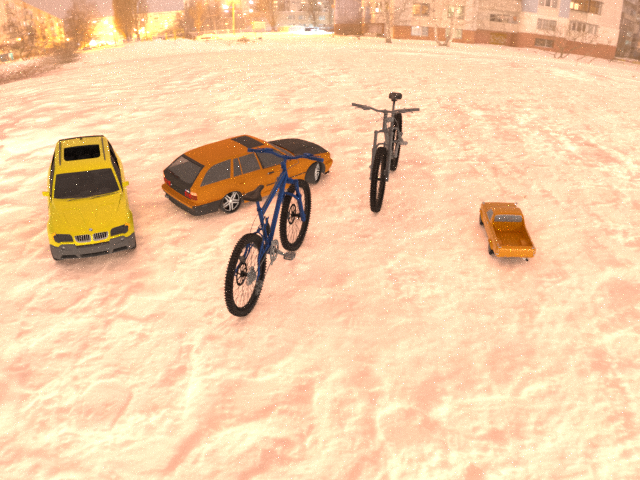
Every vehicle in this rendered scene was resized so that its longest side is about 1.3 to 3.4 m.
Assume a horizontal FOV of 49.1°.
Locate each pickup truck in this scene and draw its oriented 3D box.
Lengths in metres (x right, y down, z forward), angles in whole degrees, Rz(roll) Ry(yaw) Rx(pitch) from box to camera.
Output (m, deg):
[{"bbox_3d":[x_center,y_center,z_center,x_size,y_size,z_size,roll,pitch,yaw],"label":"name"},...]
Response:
[{"bbox_3d":[2.857,-0.204,10.739,0.640,0.511,1.603,1,29,3],"label":"pickup truck"}]

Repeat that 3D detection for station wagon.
[{"bbox_3d":[-1.199,-1.324,12.321,3.105,0.920,1.327,-22,36,-34],"label":"station wagon"}]

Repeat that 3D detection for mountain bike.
[{"bbox_3d":[-0.645,-0.221,9.564,1.114,1.688,2.857,10,31,17],"label":"mountain bike"},{"bbox_3d":[1.182,-1.678,12.168,1.114,1.688,2.857,7,30,12],"label":"mountain bike"}]

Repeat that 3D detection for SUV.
[{"bbox_3d":[-3.681,-0.761,11.101,1.276,1.128,3.058,-9,30,-16],"label":"SUV"}]
